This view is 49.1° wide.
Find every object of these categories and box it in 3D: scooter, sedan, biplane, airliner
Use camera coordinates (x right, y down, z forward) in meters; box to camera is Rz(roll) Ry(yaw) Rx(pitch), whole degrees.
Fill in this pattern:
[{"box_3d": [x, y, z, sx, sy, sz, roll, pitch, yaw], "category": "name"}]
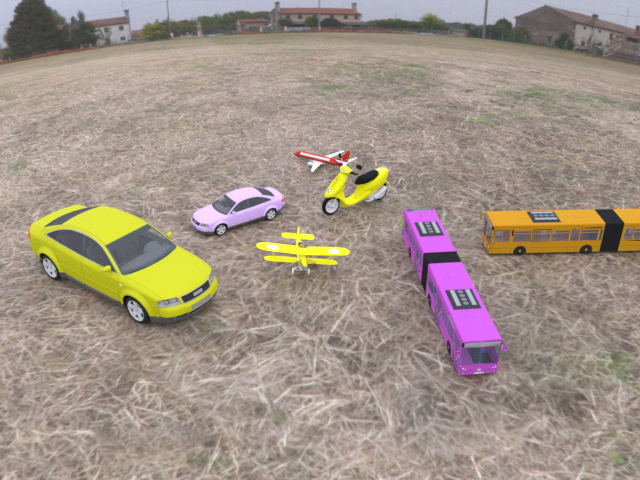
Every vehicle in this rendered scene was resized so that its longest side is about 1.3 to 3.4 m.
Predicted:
[{"box_3d": [0.625, -0.975, 11.815, 1.399, 0.919, 0.662, -18, 34, -28], "category": "scooter"}, {"box_3d": [-1.345, -0.534, 11.489, 1.613, 0.483, 0.635, -19, 35, -29], "category": "sedan"}, {"box_3d": [-0.257, 0.168, 10.255, 1.336, 0.504, 1.090, -4, 30, -7], "category": "biplane"}, {"box_3d": [0.032, -1.640, 13.452, 1.307, 0.429, 1.161, 17, 34, 27], "category": "airliner"}, {"box_3d": [-2.801, 0.187, 9.787, 3.137, 0.940, 1.235, 20, 36, 31], "category": "sedan"}]

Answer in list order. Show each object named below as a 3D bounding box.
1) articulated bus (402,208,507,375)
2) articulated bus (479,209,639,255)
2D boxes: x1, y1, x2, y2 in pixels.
[{"box_3d": [1.694, 0.553, 9.534, 0.605, 0.561, 3.401, -3, 30, -5], "category": "articulated bus"}, {"box_3d": [4.190, -0.145, 10.739, 3.401, 0.561, 0.605, -1, 30, -2], "category": "articulated bus"}]
